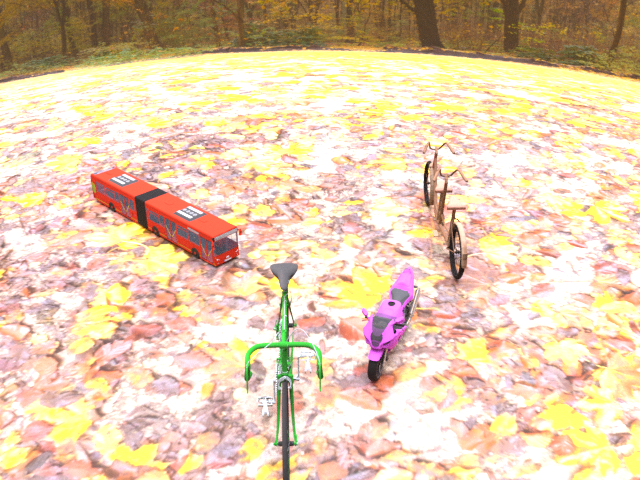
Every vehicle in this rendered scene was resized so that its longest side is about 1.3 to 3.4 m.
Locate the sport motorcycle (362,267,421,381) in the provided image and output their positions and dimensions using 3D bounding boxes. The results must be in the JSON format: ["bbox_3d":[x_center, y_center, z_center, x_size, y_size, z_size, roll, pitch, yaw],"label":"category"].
[{"bbox_3d":[0.855,0.999,8.414,0.506,0.821,1.520,11,31,19],"label":"sport motorcycle"}]

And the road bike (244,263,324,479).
[{"bbox_3d":[-0.352,1.219,7.159,0.696,1.656,3.004,-1,29,-2],"label":"road bike"}]

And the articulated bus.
[{"bbox_3d":[-2.573,-0.446,11.283,3.401,0.561,0.605,25,37,37],"label":"articulated bus"}]

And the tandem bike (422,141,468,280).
[{"bbox_3d":[1.908,-0.618,10.806,0.550,1.326,3.192,-1,29,-2],"label":"tandem bike"}]
